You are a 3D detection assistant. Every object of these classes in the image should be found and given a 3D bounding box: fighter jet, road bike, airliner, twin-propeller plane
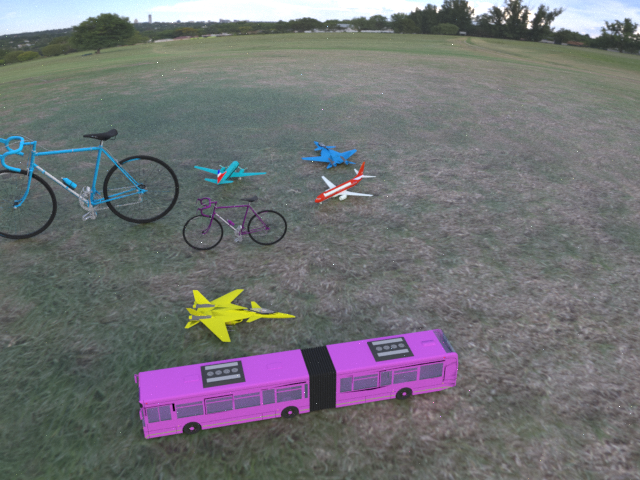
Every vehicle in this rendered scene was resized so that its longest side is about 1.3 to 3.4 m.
[{"bbox_3d":[0.144,-1.771,13.627,1.147,0.286,1.358,-12,31,-20],"label":"fighter jet"},{"bbox_3d":[-1.255,-0.256,10.326,1.545,0.852,0.358,-5,29,-8],"label":"road bike"},{"bbox_3d":[0.363,-0.976,12.052,1.161,0.429,1.307,25,37,37],"label":"airliner"},{"bbox_3d":[-1.650,-1.248,12.565,1.370,0.407,1.095,6,30,11],"label":"twin-propeller plane"},{"bbox_3d":[-3.676,-0.871,10.604,3.004,1.656,0.697,-8,30,-14],"label":"road bike"},{"bbox_3d":[-0.990,0.883,8.864,1.358,0.286,1.147,1,29,2],"label":"fighter jet"}]

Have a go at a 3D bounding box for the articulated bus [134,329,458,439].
[{"bbox_3d":[-0.212,1.504,7.466,3.401,0.561,0.605,-7,30,-12],"label":"articulated bus"}]
